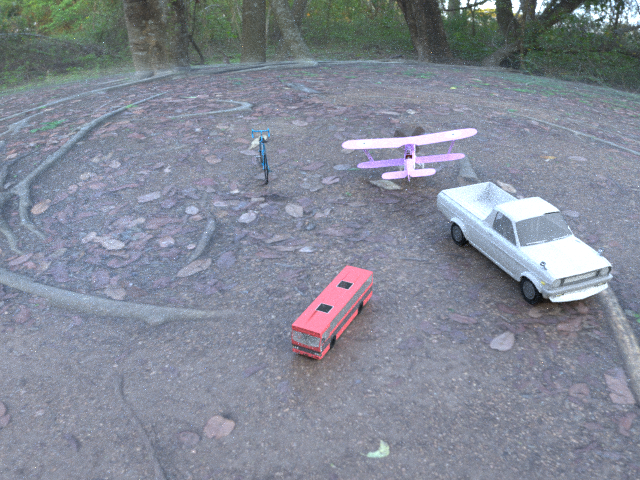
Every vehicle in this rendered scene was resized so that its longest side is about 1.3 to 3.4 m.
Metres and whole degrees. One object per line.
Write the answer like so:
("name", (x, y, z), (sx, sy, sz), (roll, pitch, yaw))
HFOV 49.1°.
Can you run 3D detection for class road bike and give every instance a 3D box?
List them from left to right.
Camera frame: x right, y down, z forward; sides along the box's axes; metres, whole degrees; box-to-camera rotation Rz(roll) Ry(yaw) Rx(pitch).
("road bike", (-1.125, -1.710, 13.898), (0.358, 0.852, 1.545), (-5, 29, -8))

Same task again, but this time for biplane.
("biplane", (1.683, -1.587, 13.535), (2.598, 0.981, 2.120), (3, 29, 6))

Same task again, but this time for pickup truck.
("pickup truck", (3.054, -0.142, 10.847), (1.244, 0.993, 3.117), (-11, 30, -20))

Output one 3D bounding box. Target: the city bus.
("city bus", (0.195, 0.951, 9.386), (0.476, 0.460, 1.674), (13, 31, 23))
